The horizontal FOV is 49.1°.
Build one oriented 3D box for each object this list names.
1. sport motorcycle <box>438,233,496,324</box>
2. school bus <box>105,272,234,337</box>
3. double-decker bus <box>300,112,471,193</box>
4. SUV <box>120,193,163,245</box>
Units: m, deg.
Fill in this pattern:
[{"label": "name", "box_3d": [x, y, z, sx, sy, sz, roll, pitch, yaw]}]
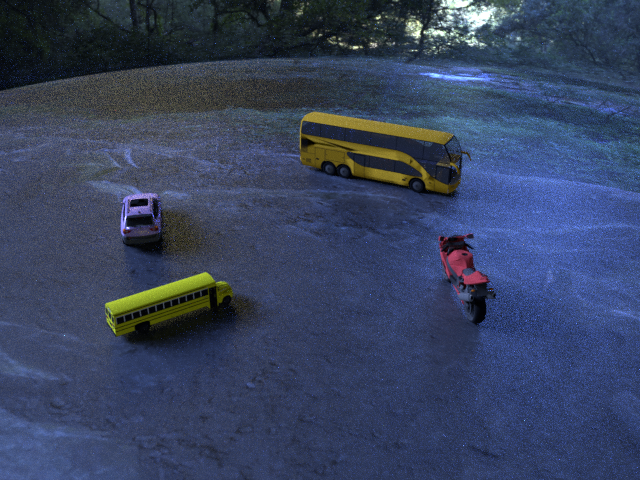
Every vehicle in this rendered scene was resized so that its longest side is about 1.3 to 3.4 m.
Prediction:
[{"label": "sport motorcycle", "box_3d": [1.946, 0.473, 9.510, 0.506, 0.821, 1.520, -5, 29, -8]}, {"label": "school bus", "box_3d": [-1.952, 0.818, 9.279, 1.708, 0.434, 0.365, -18, 33, -29]}, {"label": "double-decker bus", "box_3d": [1.160, -1.650, 13.199, 3.251, 1.052, 0.756, 13, 31, 23]}, {"label": "SUV", "box_3d": [-2.921, -0.442, 11.457, 0.656, 0.580, 1.572, -6, 29, -10]}]
